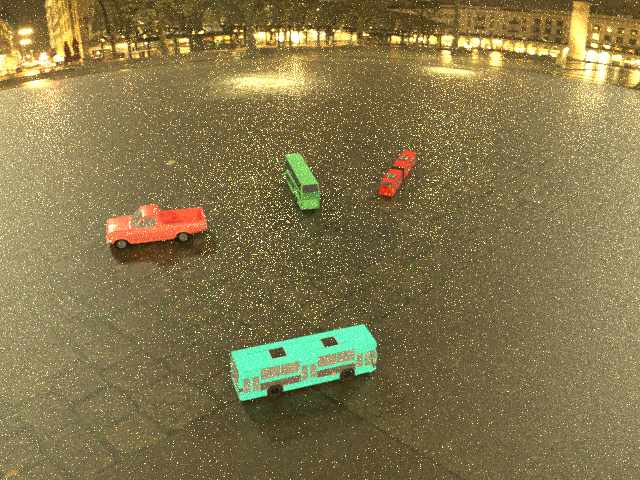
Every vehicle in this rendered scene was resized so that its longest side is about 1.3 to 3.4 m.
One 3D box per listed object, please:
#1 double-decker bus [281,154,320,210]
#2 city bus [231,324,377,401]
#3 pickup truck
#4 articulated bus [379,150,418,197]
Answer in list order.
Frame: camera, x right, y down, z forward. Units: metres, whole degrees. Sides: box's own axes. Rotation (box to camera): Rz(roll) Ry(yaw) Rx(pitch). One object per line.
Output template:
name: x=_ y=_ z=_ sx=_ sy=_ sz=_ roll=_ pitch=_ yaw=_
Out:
double-decker bus: x=-0.364 y=-1.098 z=12.771 sx=0.389 sy=0.541 sz=1.672 roll=-7 pitch=29 yaw=-12
city bus: x=-0.180 y=1.438 z=8.188 sx=1.674 sy=0.460 sz=0.476 roll=-9 pitch=30 yaw=-17
pickup truck: x=-2.639 y=-0.270 z=11.277 sx=1.603 sy=0.511 sz=0.640 roll=-7 pitch=29 yaw=-13
articulated bus: x=1.501 y=-1.287 z=13.383 sx=0.311 sy=0.289 sz=1.749 roll=10 pitch=30 yaw=18
